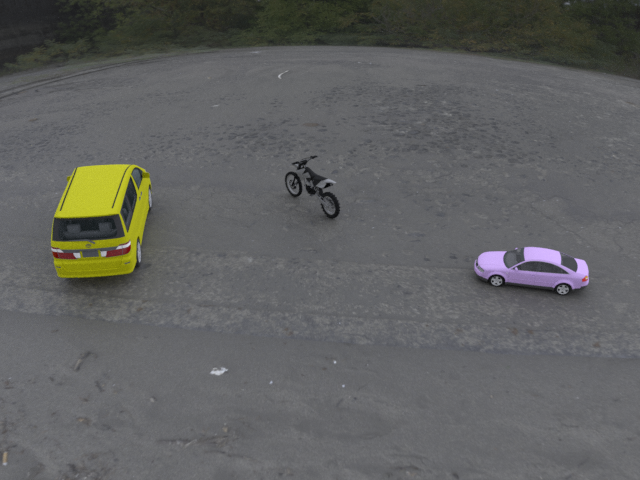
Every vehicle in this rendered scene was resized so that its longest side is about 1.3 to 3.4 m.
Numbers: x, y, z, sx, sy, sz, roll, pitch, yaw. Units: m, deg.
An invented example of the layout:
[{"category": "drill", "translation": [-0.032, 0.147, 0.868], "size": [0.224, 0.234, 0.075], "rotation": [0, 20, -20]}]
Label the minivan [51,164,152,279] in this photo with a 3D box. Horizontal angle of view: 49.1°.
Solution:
[{"category": "minivan", "translation": [-3.389, -0.540, 11.075], "size": [1.324, 1.197, 3.011], "rotation": [-3, 31, -6]}]

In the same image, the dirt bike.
[{"category": "dirt bike", "translation": [-0.158, -0.961, 12.129], "size": [0.527, 0.857, 1.493], "rotation": [-22, 37, -33]}]

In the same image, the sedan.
[{"category": "sedan", "translation": [3.078, 0.386, 10.199], "size": [1.613, 0.483, 0.635], "rotation": [7, 31, 11]}]
